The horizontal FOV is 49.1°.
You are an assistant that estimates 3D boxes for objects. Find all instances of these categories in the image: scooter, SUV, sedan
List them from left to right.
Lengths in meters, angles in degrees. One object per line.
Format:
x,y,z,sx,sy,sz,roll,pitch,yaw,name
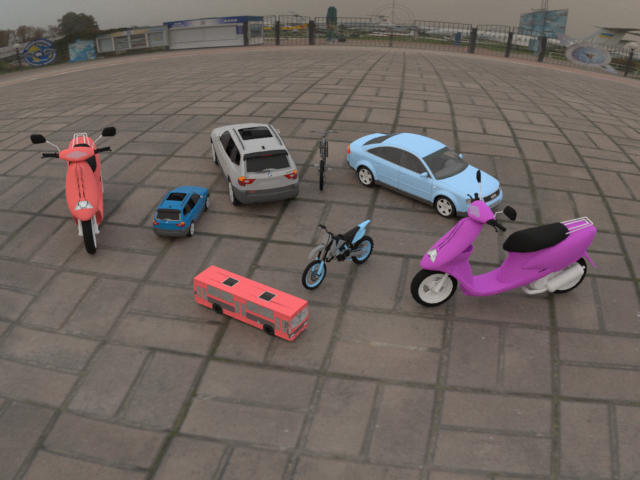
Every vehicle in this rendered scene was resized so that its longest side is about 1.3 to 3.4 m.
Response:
-3.934,-1.086,11.614,1.288,1.786,2.721,-8,31,-14,scooter
-2.358,-0.576,11.937,0.656,0.580,1.572,4,31,7,SUV
-1.279,-1.650,13.223,1.276,1.128,3.058,-9,32,-15,SUV
1.880,-1.324,12.855,3.137,0.940,1.235,26,39,37,sedan
2.600,0.071,9.646,2.721,1.786,1.288,-5,31,-8,scooter

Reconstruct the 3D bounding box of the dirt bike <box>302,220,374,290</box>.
0.290,0.168,10.398,1.493,0.857,0.527,-26,39,-37,dirt bike

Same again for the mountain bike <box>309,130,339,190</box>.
0.059,-1.573,13.348,0.573,0.868,1.469,2,30,3,mountain bike

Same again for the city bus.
-0.962,0.865,9.603,1.674,0.460,0.476,18,35,28,city bus
